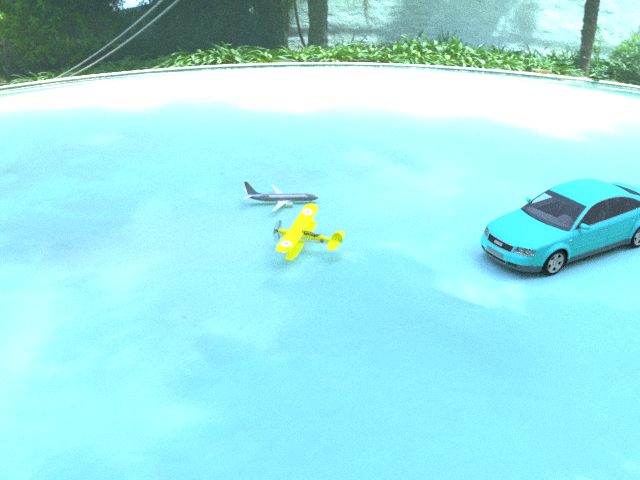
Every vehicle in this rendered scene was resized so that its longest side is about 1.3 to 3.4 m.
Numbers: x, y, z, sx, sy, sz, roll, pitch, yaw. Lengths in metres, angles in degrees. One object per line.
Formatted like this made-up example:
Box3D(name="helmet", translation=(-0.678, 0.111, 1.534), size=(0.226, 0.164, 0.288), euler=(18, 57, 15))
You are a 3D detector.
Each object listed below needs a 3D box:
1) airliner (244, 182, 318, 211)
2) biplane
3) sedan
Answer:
Box3D(name="airliner", translation=(-0.682, -0.830, 12.202), size=(1.307, 0.429, 1.161), euler=(-2, 27, -4))
Box3D(name="biplane", translation=(-0.182, -0.041, 10.541), size=(1.090, 0.504, 1.336), euler=(9, 28, 18))
Box3D(name="sedan", translation=(3.862, -0.332, 10.637), size=(3.137, 0.940, 1.235), euler=(-14, 30, -26))
